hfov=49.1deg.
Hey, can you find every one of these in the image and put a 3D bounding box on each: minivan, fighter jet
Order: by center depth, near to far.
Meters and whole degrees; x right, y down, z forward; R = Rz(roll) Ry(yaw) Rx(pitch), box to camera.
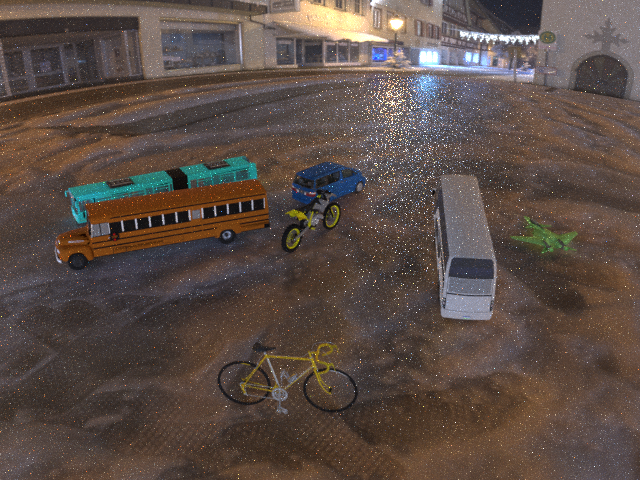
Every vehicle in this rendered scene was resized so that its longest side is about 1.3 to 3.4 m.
[{"bbox_3d":[3.641,-0.193,11.492,1.147,0.286,1.358,-4,27,-8],"label":"fighter jet"},{"bbox_3d":[0.192,-1.098,12.924,0.681,0.616,1.548,23,35,38],"label":"minivan"}]

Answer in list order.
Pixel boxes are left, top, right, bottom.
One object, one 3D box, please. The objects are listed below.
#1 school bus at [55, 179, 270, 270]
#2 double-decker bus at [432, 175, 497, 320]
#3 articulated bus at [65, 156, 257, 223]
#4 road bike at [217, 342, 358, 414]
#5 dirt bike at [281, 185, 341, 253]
[{"bbox_3d":[-2.474,-0.289,11.063,3.322,0.844,0.709,-11,29,-20],"label":"school bus"},{"bbox_3d":[2.077,-0.033,10.323,0.756,1.052,3.251,3,27,6],"label":"double-decker bus"},{"bbox_3d":[-2.781,-0.944,12.679,3.401,0.561,0.605,-14,30,-26],"label":"articulated bus"},{"bbox_3d":[-0.360,1.481,7.539,1.545,0.852,0.358,3,27,7],"label":"road bike"},{"bbox_3d":[-0.127,-0.387,11.243,0.527,0.857,1.493,19,33,33],"label":"dirt bike"}]
